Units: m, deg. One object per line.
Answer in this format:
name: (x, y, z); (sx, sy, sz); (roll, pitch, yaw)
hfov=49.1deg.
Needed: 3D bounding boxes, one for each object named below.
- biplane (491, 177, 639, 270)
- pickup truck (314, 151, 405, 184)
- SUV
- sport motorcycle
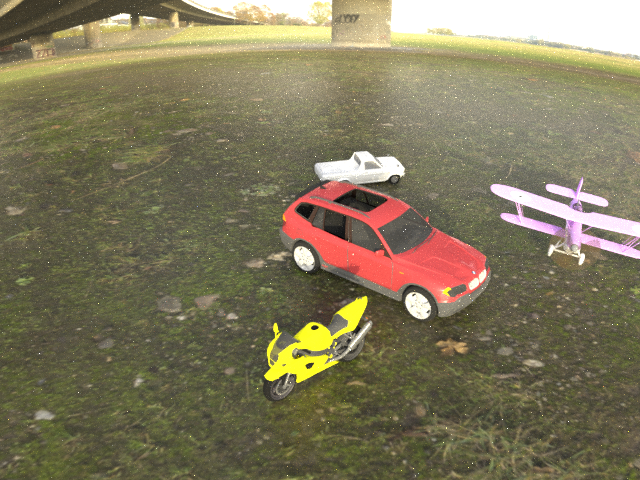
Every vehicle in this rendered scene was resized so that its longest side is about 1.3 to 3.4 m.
biplane: (3.836, -0.297, 10.404); (2.598, 0.981, 2.120); (9, 30, 16)
pickup truck: (0.721, -1.298, 12.695); (1.603, 0.511, 0.640); (-7, 30, -13)
SUV: (0.842, 0.027, 9.666); (3.058, 1.128, 1.276); (21, 35, 33)
sport motorcycle: (-0.032, 1.215, 7.840); (1.520, 0.821, 0.506); (-23, 37, -36)
